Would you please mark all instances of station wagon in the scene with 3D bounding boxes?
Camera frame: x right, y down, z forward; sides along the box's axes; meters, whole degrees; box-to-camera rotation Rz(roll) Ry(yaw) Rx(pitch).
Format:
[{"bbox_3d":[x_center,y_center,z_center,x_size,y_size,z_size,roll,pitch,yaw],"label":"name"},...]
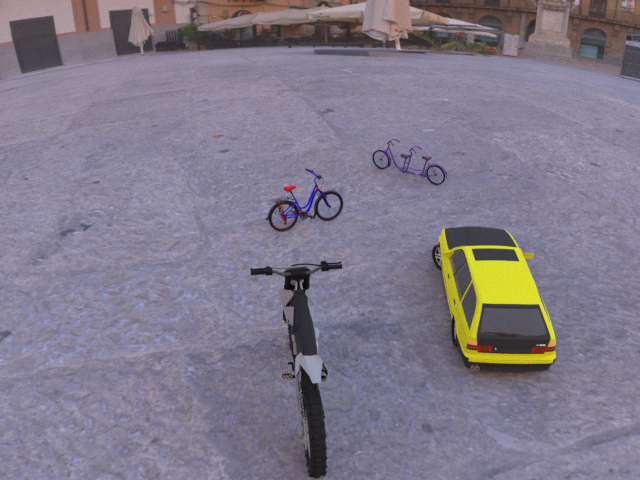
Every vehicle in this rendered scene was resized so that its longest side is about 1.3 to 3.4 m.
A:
[{"bbox_3d":[2.354,0.549,9.679,1.327,0.920,3.105,1,30,2],"label":"station wagon"}]

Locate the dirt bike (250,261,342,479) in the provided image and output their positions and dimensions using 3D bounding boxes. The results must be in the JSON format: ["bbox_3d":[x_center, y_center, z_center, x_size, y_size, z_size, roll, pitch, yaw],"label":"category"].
[{"bbox_3d":[-0.215,1.161,7.900,1.024,1.666,2.903,-4,31,-7],"label":"dirt bike"}]

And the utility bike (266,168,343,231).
[{"bbox_3d":[-0.273,-0.682,11.750,1.435,0.946,0.535,-14,33,-22],"label":"utility bike"}]

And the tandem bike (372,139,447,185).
[{"bbox_3d":[1.709,-1.522,13.441,1.642,0.682,0.283,20,36,30],"label":"tandem bike"}]
